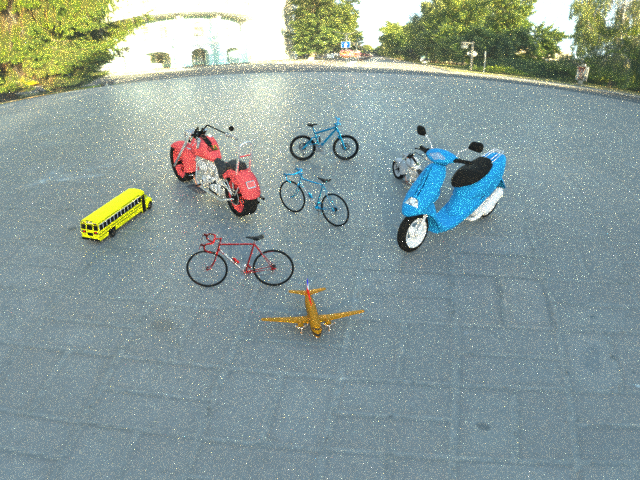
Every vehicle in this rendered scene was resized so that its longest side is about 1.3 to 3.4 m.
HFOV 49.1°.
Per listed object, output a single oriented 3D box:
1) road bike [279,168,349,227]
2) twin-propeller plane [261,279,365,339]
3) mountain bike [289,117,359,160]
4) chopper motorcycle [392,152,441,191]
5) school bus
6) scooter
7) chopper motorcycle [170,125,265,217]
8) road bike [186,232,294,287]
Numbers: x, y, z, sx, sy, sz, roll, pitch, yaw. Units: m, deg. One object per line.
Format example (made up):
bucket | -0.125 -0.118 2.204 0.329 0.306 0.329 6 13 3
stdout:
road bike | -0.120 -0.753 12.081 1.545 0.852 0.358 19 33 33
twin-propeller plane | -0.103 0.916 9.256 1.370 0.407 1.095 -4 27 -8
mountain bike | 0.089 -2.088 14.717 1.469 0.868 0.573 -1 27 -1
chopper motorcycle | 1.807 -1.339 13.348 0.466 0.761 1.563 -11 29 -20
school bus | -3.437 -0.474 11.990 0.365 0.434 1.708 8 28 16
scooter | 2.222 -0.940 11.413 2.721 1.786 1.288 -22 34 -37
chopper motorcycle | -2.002 -1.448 12.764 0.906 1.480 3.040 -18 32 -32
road bike | -1.145 0.295 9.996 1.545 0.852 0.358 -1 27 -2
